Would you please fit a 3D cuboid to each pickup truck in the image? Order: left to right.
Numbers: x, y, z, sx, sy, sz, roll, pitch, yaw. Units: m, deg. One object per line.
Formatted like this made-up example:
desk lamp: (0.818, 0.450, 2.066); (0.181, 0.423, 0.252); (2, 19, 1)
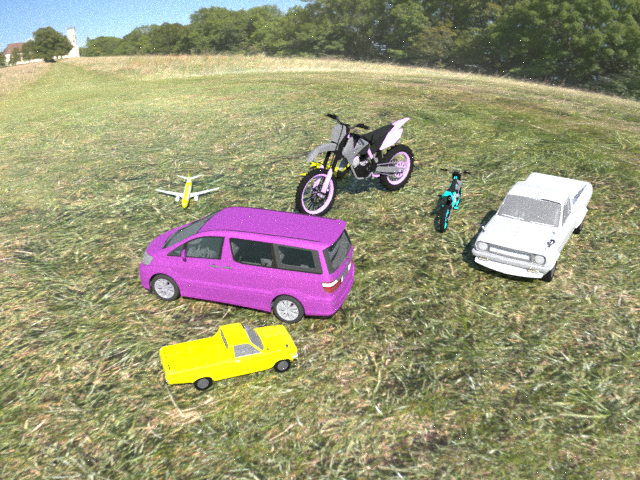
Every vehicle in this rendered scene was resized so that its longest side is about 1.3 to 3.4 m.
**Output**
pickup truck: (-1.079, 1.320, 8.307); (1.603, 0.511, 0.640); (-9, 28, -18)
pickup truck: (3.481, -0.396, 11.202); (1.244, 0.993, 3.117); (15, 30, 27)

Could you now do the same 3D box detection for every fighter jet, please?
fighter jet: (0.055, -1.543, 14.286); (1.147, 0.286, 1.358); (-15, 30, -28)

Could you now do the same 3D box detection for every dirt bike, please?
dirt bike: (0.705, -1.412, 12.481); (2.903, 1.666, 1.024); (-21, 33, -36)
dirt bike: (2.268, -0.748, 12.059); (0.527, 0.857, 1.493); (10, 28, 19)

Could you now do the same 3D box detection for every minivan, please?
minivan: (-1.058, 0.225, 9.731); (3.011, 1.197, 1.324); (8, 28, 16)

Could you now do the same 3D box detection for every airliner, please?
airliner: (-2.471, -0.980, 12.999); (1.161, 0.429, 1.307); (-2, 27, -4)
